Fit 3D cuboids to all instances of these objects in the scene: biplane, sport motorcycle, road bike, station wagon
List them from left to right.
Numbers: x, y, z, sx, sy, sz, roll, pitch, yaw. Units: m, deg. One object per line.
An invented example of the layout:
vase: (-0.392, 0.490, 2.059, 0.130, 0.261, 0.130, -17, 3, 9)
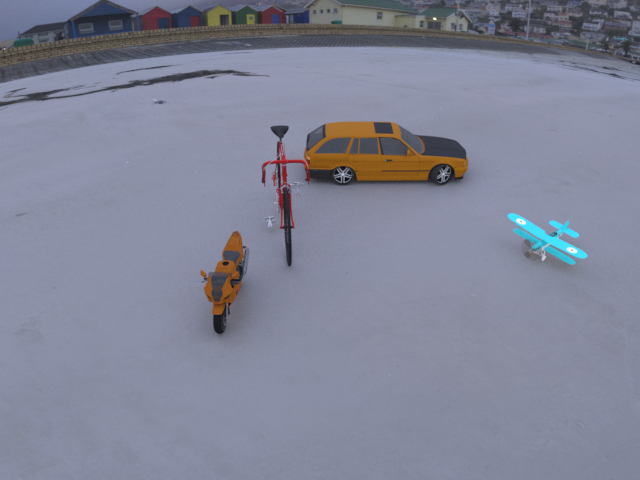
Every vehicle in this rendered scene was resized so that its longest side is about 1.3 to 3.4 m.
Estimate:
sport motorcycle: (-1.237, 0.555, 9.386, 0.506, 0.821, 1.520, 2, 30, 4)
road bike: (-0.579, -0.859, 11.017, 0.696, 1.656, 3.004, -3, 30, -5)
station wagon: (1.245, -1.693, 13.215, 3.105, 0.920, 1.327, 0, 30, 0)
biplane: (3.517, -0.004, 10.682, 1.090, 0.504, 1.336, -25, 38, -37)
